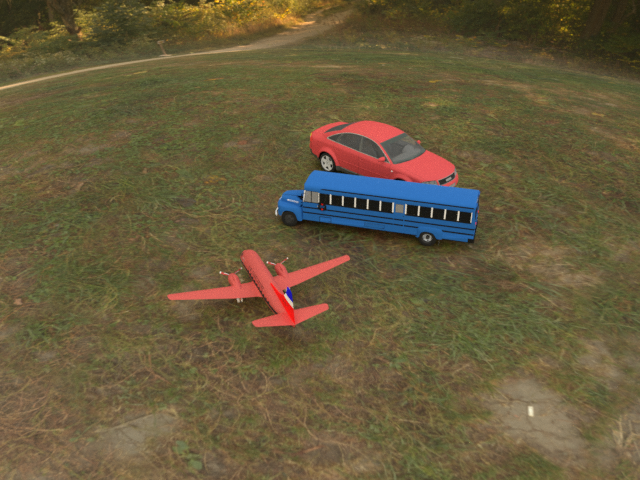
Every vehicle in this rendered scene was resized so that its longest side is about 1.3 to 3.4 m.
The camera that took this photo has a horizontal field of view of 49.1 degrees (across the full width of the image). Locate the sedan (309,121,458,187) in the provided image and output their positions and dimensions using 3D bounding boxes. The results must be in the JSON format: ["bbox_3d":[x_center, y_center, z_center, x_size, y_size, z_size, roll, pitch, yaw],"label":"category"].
[{"bbox_3d":[1.164,-1.628,13.216,3.137,0.940,1.235,25,38,36],"label":"sedan"}]

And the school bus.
[{"bbox_3d":[0.893,-0.552,11.435,3.322,0.844,0.709,8,31,14],"label":"school bus"}]

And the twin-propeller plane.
[{"bbox_3d":[-0.725,0.541,9.581,2.663,0.792,2.129,-12,32,-20],"label":"twin-propeller plane"}]
